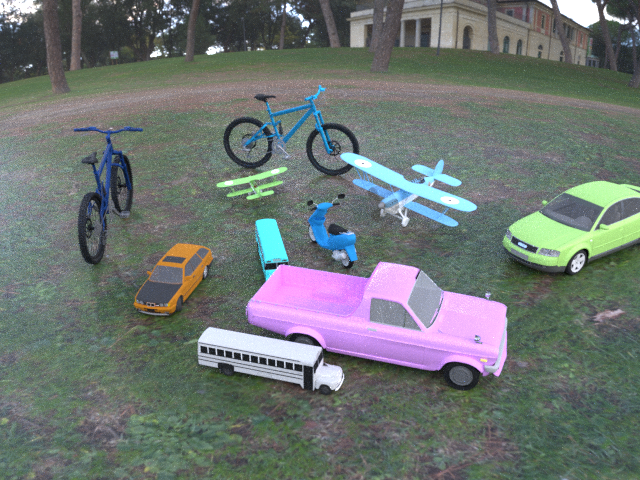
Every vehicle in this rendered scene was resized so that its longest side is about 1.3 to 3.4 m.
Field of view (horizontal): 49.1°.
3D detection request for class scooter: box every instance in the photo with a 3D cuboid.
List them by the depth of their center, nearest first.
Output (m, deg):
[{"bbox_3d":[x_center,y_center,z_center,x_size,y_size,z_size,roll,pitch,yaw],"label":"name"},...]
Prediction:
[{"bbox_3d":[0.171,-0.178,10.766,0.662,0.919,1.399,-14,29,-26],"label":"scooter"}]

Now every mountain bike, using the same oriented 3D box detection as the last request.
[{"bbox_3d":[-3.426,-0.831,11.239,1.114,1.688,2.857,0,26,0],"label":"mountain bike"},{"bbox_3d":[-0.611,-2.168,14.035,2.857,1.688,1.114,6,26,13],"label":"mountain bike"}]

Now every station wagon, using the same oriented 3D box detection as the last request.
[{"bbox_3d":[-2.052,0.497,9.869,0.682,0.473,1.597,6,26,12],"label":"station wagon"}]

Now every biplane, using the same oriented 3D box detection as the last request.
[{"bbox_3d":[1.630,-0.855,12.109,2.598,0.981,2.120,18,31,33],"label":"biplane"},{"bbox_3d":[-1.212,-0.971,12.903,1.336,0.504,1.090,-7,27,-15],"label":"biplane"}]

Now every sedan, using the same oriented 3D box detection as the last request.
[{"bbox_3d":[4.253,-0.326,11.049,3.137,0.940,1.235,-16,30,-30],"label":"sedan"}]

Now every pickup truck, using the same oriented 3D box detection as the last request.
[{"bbox_3d":[0.705,0.863,8.503,3.117,0.993,1.244,8,27,17],"label":"pickup truck"}]

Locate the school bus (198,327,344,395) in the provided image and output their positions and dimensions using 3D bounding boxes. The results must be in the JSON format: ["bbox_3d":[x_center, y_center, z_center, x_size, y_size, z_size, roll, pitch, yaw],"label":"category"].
[{"bbox_3d":[-0.566,1.381,8.067,1.708,0.434,0.365,8,27,16],"label":"school bus"}]

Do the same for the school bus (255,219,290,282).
[{"bbox_3d":[-0.717,0.212,10.512,0.365,0.434,1.708,-5,26,-9],"label":"school bus"}]
